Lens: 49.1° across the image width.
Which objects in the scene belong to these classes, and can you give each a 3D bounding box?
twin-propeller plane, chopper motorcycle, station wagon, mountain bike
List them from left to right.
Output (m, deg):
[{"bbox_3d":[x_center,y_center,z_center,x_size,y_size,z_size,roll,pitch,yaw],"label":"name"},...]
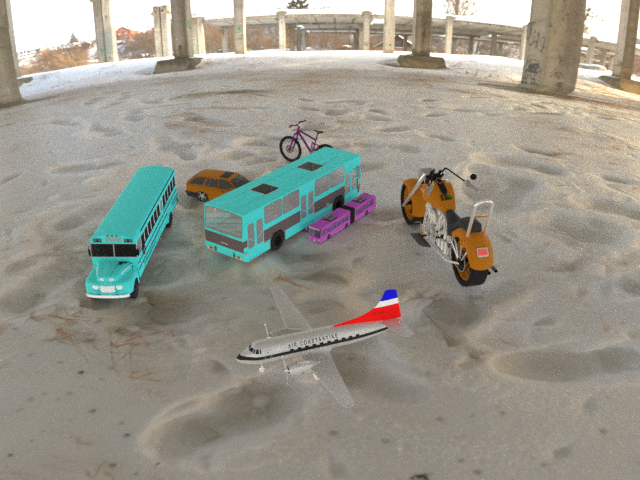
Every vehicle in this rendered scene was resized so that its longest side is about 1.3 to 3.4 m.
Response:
[{"bbox_3d":[-1.665,-0.978,12.884,1.597,0.473,0.682,9,28,17],"label":"station wagon"},{"bbox_3d":[-0.244,-1.926,14.331,1.469,0.868,0.573,17,32,31],"label":"mountain bike"},{"bbox_3d":[0.021,1.095,8.410,2.129,0.792,2.663,-10,28,-18],"label":"twin-propeller plane"},{"bbox_3d":[1.872,-0.462,10.738,0.906,1.480,3.040,-6,27,-12],"label":"chopper motorcycle"}]

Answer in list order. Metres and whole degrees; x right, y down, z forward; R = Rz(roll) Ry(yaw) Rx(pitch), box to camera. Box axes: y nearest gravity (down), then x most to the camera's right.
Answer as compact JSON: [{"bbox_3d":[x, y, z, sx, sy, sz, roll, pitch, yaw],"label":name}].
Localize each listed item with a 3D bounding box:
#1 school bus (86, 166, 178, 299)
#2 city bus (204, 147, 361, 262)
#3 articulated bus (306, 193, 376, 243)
[{"bbox_3d":[-2.878,-0.188,10.901,0.709,0.844,3.322,0,27,1],"label":"school bus"},{"bbox_3d":[-0.512,-0.641,11.747,0.926,0.894,3.255,18,32,31],"label":"city bus"},{"bbox_3d":[0.398,-0.398,11.936,0.311,0.289,1.749,18,32,31],"label":"articulated bus"}]
